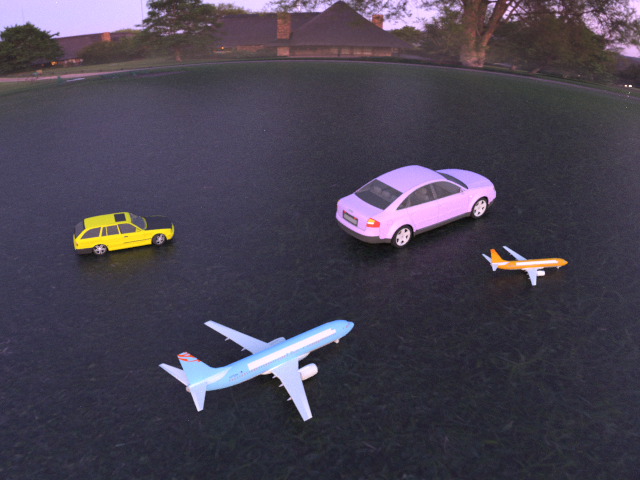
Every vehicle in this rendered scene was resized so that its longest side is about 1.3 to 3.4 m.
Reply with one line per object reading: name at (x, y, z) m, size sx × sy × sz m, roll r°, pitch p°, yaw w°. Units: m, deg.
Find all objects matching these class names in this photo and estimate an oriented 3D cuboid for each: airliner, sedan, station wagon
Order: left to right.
station wagon at (-3.207, -0.169, 11.456) m, size 1.597 × 0.473 × 0.682 m, roll -10°, pitch 30°, yaw -17°
airliner at (-0.573, 1.268, 8.472) m, size 2.541 × 0.835 × 2.257 m, roll -20°, pitch 35°, yaw -32°
sedan at (1.724, -0.755, 12.038) m, size 3.137 × 0.940 × 1.235 m, roll -19°, pitch 34°, yaw -30°
airliner at (3.180, 0.287, 10.675) m, size 1.307 × 0.429 × 1.161 m, roll -4°, pitch 29°, yaw -7°
